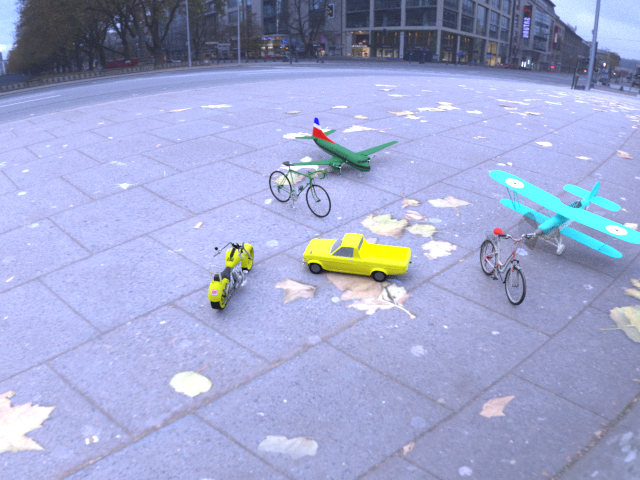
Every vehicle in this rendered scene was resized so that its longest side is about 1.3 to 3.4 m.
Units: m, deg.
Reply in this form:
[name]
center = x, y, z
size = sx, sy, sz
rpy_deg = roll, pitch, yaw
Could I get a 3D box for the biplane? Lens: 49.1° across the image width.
[biplane]
center = 3.977, -0.395, 11.112
size = 2.598, 0.981, 2.120
rpy_deg = 23, 35, 38

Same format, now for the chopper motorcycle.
[chopper motorcycle]
center = -1.228, 0.363, 9.856
size = 0.466, 0.761, 1.563
rpy_deg = 6, 27, 11

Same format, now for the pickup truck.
[pickup truck]
center = 0.551, 0.216, 10.425
size = 1.603, 0.511, 0.640
rpy_deg = 6, 28, 13

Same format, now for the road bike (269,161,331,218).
[road bike]
center = -0.374, -0.932, 12.317
size = 1.545, 0.852, 0.358
rpy_deg = 23, 35, 38

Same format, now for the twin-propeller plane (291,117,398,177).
[twin-propeller plane]
center = 0.399, -1.888, 14.273
size = 2.663, 0.792, 2.129
rpy_deg = -16, 31, -28

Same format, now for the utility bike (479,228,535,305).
[utility bike]
center = 2.630, 0.244, 9.888
size = 0.535, 0.946, 1.435
rpy_deg = -6, 27, -11
